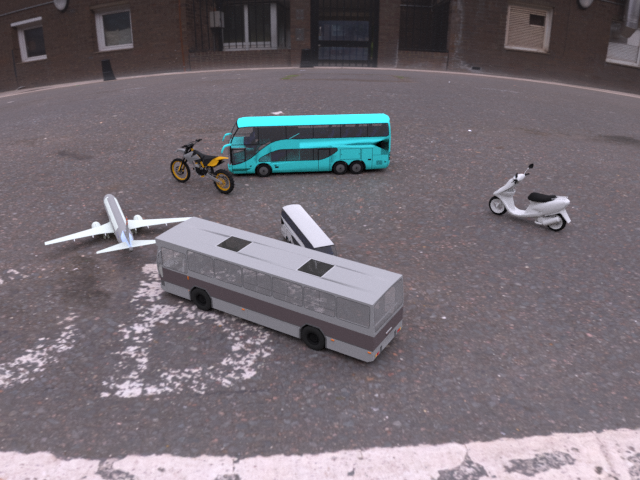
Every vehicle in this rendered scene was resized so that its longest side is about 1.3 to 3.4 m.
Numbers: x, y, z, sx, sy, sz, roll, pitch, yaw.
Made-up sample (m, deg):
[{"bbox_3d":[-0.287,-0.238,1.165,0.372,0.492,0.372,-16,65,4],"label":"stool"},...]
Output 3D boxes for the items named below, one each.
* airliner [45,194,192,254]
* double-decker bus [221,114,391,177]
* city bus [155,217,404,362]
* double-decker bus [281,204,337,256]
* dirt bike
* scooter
[{"bbox_3d":[-3.175,-0.430,10.977,2.257,0.835,2.541,-11,29,-21],"label":"airliner"},{"bbox_3d":[-0.262,-1.844,13.535,3.251,1.052,0.756,-2,27,-5],"label":"double-decker bus"},{"bbox_3d":[-0.584,0.586,8.902,3.255,0.894,0.926,15,31,27],"label":"city bus"},{"bbox_3d":[-0.174,0.025,10.403,0.389,0.541,1.672,-10,28,-18],"label":"double-decker bus"},{"bbox_3d":[-2.180,-1.348,12.768,1.493,0.857,0.527,15,31,28],"label":"dirt bike"},{"bbox_3d":[3.427,-0.697,11.412,1.399,0.919,0.662,20,33,34],"label":"scooter"}]
